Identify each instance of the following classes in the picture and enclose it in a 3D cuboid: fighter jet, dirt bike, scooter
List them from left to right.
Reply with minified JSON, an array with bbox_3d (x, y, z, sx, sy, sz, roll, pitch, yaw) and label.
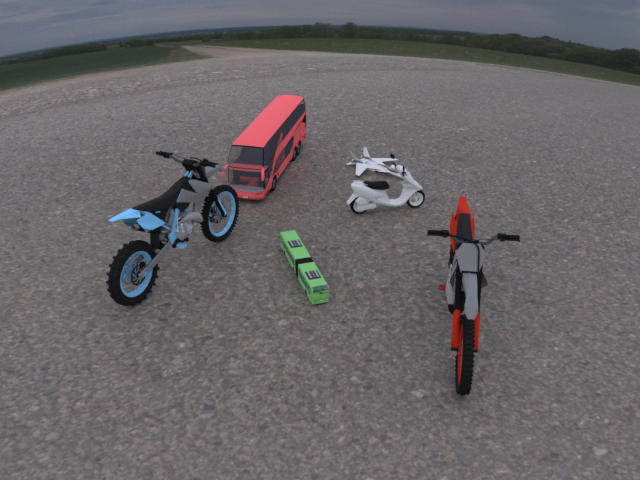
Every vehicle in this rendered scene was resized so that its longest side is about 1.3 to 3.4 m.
[{"bbox_3d":[-2.038,-0.314,9.990,1.024,1.666,2.903,14,32,24],"label":"dirt bike"},{"bbox_3d":[1.189,-1.444,13.478,1.147,0.286,1.358,-25,37,-38],"label":"fighter jet"},{"bbox_3d":[1.139,-0.910,11.851,1.399,0.919,0.662,-7,30,-12],"label":"scooter"},{"bbox_3d":[1.763,0.486,8.534,1.024,1.666,2.903,4,29,7],"label":"dirt bike"}]

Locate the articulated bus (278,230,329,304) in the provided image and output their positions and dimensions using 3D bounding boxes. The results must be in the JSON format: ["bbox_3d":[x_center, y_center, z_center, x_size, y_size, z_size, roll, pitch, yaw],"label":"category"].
[{"bbox_3d":[-0.247,0.364,10.187,0.311,0.289,1.749,-9,30,-15],"label":"articulated bus"}]

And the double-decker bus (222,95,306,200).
[{"bbox_3d":[-0.955,-1.798,13.328,0.756,1.052,3.251,6,29,11],"label":"double-decker bus"}]
